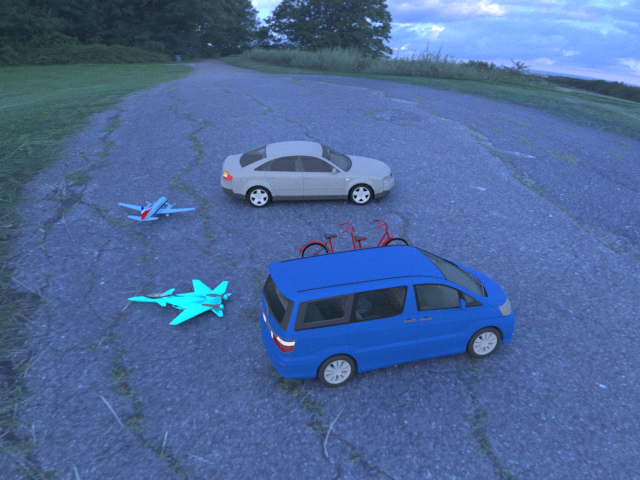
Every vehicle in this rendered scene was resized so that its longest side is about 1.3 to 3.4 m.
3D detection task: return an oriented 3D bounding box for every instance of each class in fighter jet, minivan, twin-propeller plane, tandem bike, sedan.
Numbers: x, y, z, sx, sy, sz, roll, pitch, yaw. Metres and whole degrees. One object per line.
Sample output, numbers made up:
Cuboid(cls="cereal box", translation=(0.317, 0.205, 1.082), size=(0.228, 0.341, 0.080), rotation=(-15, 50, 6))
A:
Cuboid(cls="fighter jet", translation=(-1.900, 0.742, 9.277), size=(1.358, 0.286, 1.147), rotation=(2, 26, 5))
Cuboid(cls="minivan", translation=(0.830, 0.755, 8.210), size=(3.011, 1.197, 1.324), rotation=(-8, 27, -16))
Cuboid(cls="twin-propeller plane", translation=(-2.799, -0.562, 11.815), size=(1.370, 0.407, 1.095), rotation=(4, 26, 9))
Cuboid(cls="tandem bike", translation=(0.509, 0.057, 10.231), size=(1.642, 0.682, 0.283), rotation=(-3, 26, -7))
Cuboid(cls="sedan", translation=(-0.220, -1.255, 12.630), size=(3.137, 0.940, 1.235), rotation=(-1, 26, -3))
